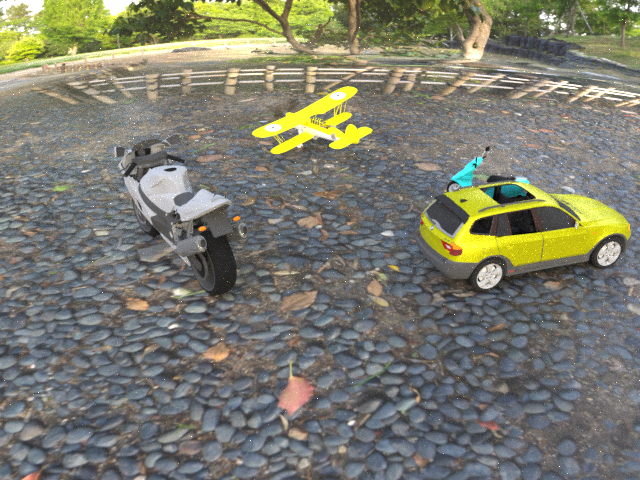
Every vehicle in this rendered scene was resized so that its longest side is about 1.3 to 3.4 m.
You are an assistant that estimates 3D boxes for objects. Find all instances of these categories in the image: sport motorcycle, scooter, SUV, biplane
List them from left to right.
[{"bbox_3d":[-1.967,-0.399,9.598,0.983,1.596,2.955,-19,33,-31],"label":"sport motorcycle"},{"bbox_3d":[-0.034,-2.151,13.521,2.598,0.981,2.120,-24,36,-37],"label":"biplane"},{"bbox_3d":[2.752,-0.970,11.382,1.399,0.919,0.662,15,32,26],"label":"scooter"},{"bbox_3d":[2.860,-0.208,9.736,3.058,1.128,1.276,-9,29,-16],"label":"SUV"}]
